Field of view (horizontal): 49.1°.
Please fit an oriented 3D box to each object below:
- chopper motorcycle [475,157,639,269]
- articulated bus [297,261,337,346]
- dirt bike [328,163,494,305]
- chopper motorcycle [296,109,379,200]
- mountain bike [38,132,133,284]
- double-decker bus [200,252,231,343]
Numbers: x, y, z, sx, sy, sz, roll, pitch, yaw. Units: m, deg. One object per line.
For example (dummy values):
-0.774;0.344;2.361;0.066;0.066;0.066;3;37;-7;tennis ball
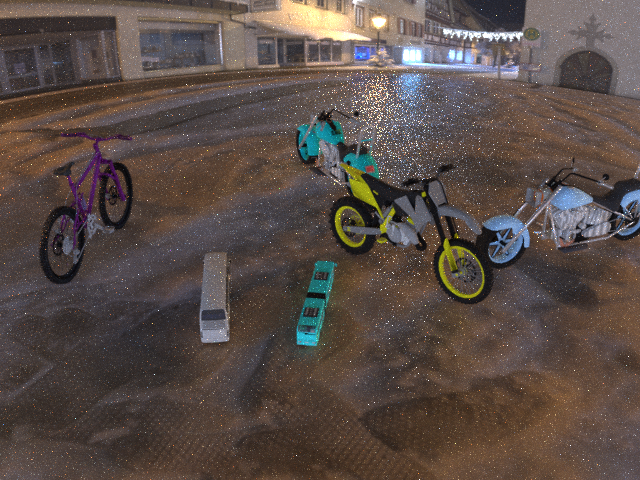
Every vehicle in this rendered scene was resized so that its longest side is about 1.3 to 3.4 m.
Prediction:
3.711;-0.474;10.353;3.040;1.480;0.906;-9;28;-18;chopper motorcycle
-0.036;0.787;9.149;0.311;0.289;1.749;4;27;7;articulated bus
1.189;-0.238;9.666;1.024;1.666;2.903;-23;34;-38;dirt bike
0.246;-1.773;12.974;0.906;1.480;3.040;-11;29;-22;chopper motorcycle
-3.410;-0.586;10.345;1.114;1.688;2.857;4;27;8;mountain bike
-1.348;0.688;9.064;0.389;0.541;1.672;-3;26;-6;double-decker bus
